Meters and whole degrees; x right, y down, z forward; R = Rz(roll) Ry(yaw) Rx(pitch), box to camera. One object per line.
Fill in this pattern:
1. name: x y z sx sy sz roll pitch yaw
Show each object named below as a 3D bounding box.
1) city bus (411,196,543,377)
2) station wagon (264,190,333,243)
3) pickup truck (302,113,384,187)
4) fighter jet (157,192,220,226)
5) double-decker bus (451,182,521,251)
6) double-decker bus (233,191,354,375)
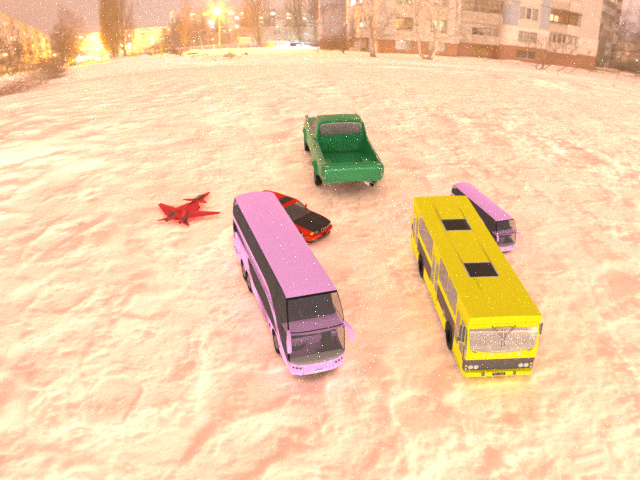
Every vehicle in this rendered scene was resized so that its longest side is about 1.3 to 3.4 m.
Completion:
1. city bus: 1.864 0.476 9.029 0.926 0.894 3.255 -2 27 -3
2. station wagon: -0.549 -0.413 11.225 1.597 0.473 0.682 20 33 34
3. pickup truck: 0.385 -1.852 13.463 1.244 0.993 3.117 -3 27 -6
4. fighter jet: -2.177 -0.641 11.875 1.147 0.286 1.358 9 28 17
5. double-decker bus: 2.563 -0.367 11.062 0.389 0.541 1.672 -8 28 -14
6. double-decker bus: -0.476 0.452 8.904 0.756 1.052 3.251 -8 28 -16
